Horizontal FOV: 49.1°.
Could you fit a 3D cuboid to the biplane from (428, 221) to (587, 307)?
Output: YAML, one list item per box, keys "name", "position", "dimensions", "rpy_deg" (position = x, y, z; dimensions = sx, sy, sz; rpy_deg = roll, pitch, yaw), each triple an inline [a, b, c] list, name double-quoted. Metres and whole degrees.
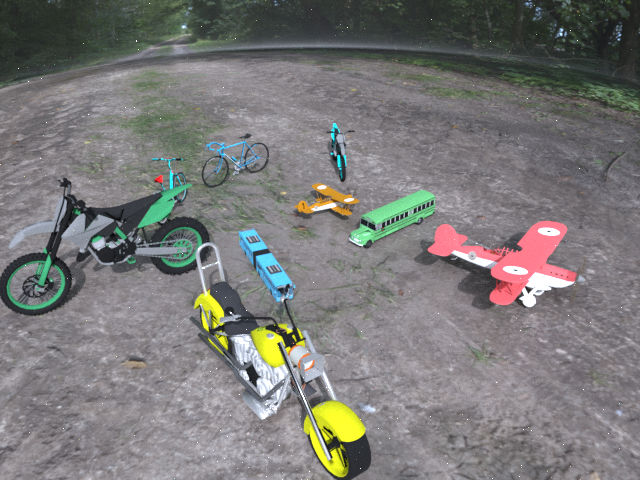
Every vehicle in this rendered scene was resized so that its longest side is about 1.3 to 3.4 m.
- name: "biplane"
  position: [2.584, 0.277, 9.684]
  dimensions: [2.120, 0.981, 2.598]
  rpy_deg: [16, 34, 26]

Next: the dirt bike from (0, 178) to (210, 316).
- name: "dirt bike"
  position: [-2.868, 0.017, 9.448]
  dimensions: [2.903, 1.666, 1.024]
  rpy_deg: [-17, 34, -27]

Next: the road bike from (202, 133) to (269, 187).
- name: "road bike"
  position: [-1.553, -1.517, 12.967]
  dimensions: [1.545, 0.852, 0.358]
  rpy_deg: [-24, 38, -36]

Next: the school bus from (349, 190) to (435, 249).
- name: "school bus"
  position: [1.180, -0.349, 11.337]
  dimensions: [1.708, 0.434, 0.365]
  rpy_deg: [-24, 37, -35]

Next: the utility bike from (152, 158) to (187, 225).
- name: "utility bike"
  position: [-2.586, -0.884, 11.760]
  dimensions: [0.535, 0.946, 1.435]
  rpy_deg: [5, 30, 9]

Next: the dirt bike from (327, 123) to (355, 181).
- name: "dirt bike"
  position: [0.365, -1.738, 13.350]
  dimensions: [0.527, 0.857, 1.493]
  rpy_deg: [-3, 30, -6]

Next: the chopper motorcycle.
- name: "chopper motorcycle"
  position: [-0.516, 1.220, 7.523]
  dimensions: [0.906, 1.480, 3.040]
  rpy_deg: [-20, 35, -32]

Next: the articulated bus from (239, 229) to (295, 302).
- name: "articulated bus"
  position: [-0.815, 0.339, 10.276]
  dimensions: [0.311, 0.289, 1.749]
  rpy_deg: [-12, 32, -20]

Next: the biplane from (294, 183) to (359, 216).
- name: "biplane"
  position: [0.105, -0.619, 11.741]
  dimensions: [1.090, 0.504, 1.336]
  rpy_deg: [-16, 33, -26]
